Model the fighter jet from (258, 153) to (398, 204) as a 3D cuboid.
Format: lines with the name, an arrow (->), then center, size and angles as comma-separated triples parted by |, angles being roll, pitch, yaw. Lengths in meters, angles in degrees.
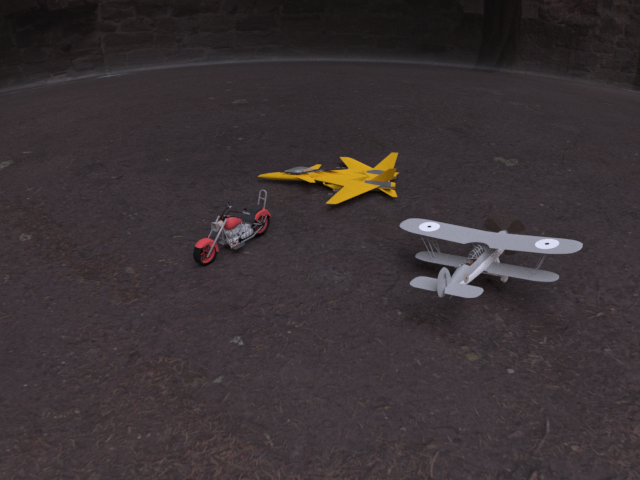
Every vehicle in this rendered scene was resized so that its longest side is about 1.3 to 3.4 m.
fighter jet -> 0.136, -1.270, 12.938 | 2.640, 0.557, 2.229 | 4, 28, 7

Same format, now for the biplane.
biplane -> 2.070, 0.290, 9.522 | 2.598, 0.981, 2.120 | 19, 33, 32

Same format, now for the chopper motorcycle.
chopper motorcycle -> -1.328, -0.200, 10.687 | 0.466, 0.761, 1.563 | 21, 34, 34
